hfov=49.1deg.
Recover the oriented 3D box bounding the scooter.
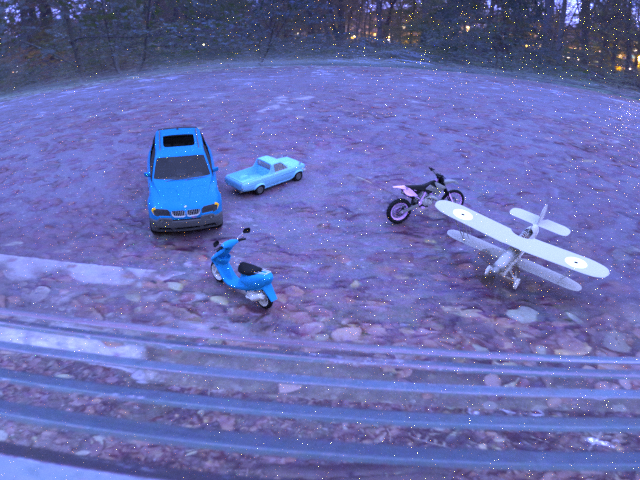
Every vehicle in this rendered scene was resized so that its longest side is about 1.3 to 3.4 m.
[{"bbox_3d":[-1.118,0.382,9.894,1.399,0.919,0.662,25,37,38],"label":"scooter"}]

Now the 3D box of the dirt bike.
[{"bbox_3d":[1.836,-0.755,12.070,1.493,0.857,0.527,-10,30,-17],"label":"dirt bike"}]

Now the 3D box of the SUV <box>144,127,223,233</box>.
[{"bbox_3d":[-2.469,-1.153,12.524,1.276,1.128,3.058,-6,29,-11],"label":"SUV"}]

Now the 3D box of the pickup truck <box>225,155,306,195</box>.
[{"bbox_3d":[-1.036,-1.300,13.448,1.603,0.511,0.640,-24,36,-37],"label":"pickup truck"}]

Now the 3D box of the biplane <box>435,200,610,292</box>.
[{"bbox_3d":[3.018,0.075,10.399,2.598,0.981,2.120,18,33,30],"label":"biplane"}]
